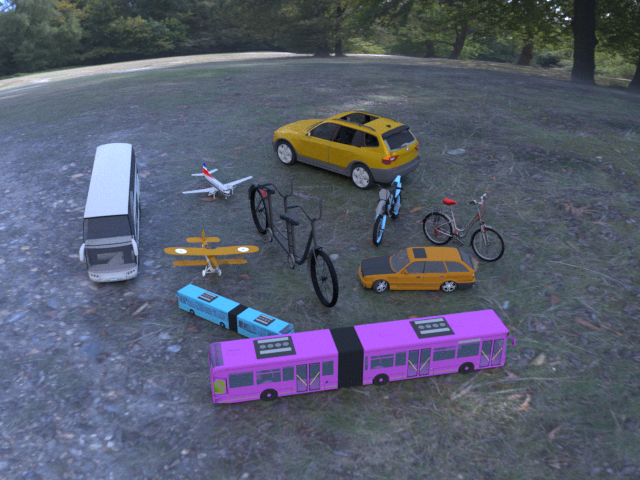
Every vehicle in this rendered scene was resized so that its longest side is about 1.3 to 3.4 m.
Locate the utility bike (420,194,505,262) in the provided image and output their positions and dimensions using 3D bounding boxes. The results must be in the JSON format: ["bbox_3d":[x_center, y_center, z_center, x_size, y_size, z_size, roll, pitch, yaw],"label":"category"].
[{"bbox_3d":[2.152,-0.261,10.477,1.435,0.946,0.535,21,34,34],"label":"utility bike"}]

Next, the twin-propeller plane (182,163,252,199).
[{"bbox_3d":[-1.874,-1.056,12.590,1.370,0.407,1.095,-17,32,-29],"label":"twin-propeller plane"}]

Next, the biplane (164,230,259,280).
[{"bbox_3d":[-1.572,0.193,10.081,1.336,0.504,1.090,-10,29,-18],"label":"biplane"}]

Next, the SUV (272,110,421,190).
[{"bbox_3d":[0.452,-1.891,13.415,3.058,1.128,1.276,22,34,35],"label":"SUV"}]

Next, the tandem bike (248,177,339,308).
[{"bbox_3d":[-0.457,-0.234,10.012,0.550,1.326,3.192,-12,30,-22],"label":"tandem bike"}]

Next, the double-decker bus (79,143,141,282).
[{"bbox_3d":[-3.166,-0.483,10.790,0.756,1.052,3.251,-6,28,-11],"label":"double-decker bus"}]

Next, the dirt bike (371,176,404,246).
[{"bbox_3d":[1.087,-0.532,11.095,0.527,0.857,1.493,10,29,18],"label":"dirt bike"}]

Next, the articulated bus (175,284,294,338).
[{"bbox_3d":[-1.096,0.959,8.842,1.749,0.289,0.311,18,32,30],"label":"articulated bus"}]

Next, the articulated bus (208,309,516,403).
[{"bbox_3d":[0.476,1.298,7.894,3.401,0.561,0.605,-6,28,-11],"label":"articulated bus"}]

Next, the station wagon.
[{"bbox_3d":[1.336,0.383,9.750,1.597,0.473,0.682,0,27,-1],"label":"station wagon"}]
